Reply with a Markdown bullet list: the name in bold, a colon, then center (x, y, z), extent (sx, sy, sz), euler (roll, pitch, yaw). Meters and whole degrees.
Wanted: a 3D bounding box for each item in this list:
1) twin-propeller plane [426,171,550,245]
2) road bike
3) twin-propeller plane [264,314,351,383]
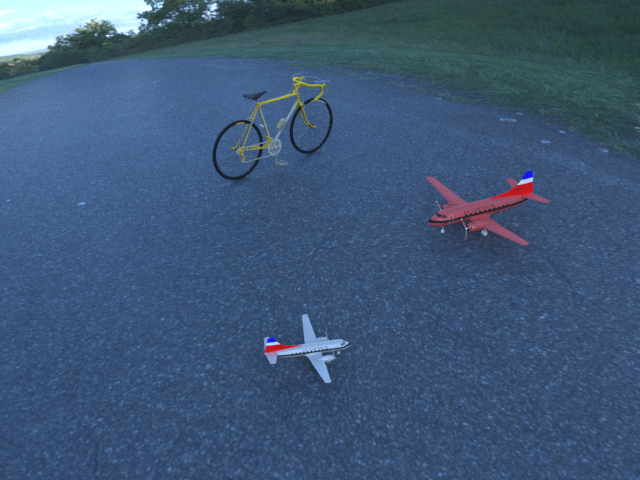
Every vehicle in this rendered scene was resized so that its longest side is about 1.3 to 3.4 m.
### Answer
- **twin-propeller plane**: center (2.698, -0.622, 11.585), extent (2.129, 0.792, 2.663), euler (-14, 33, -22)
- **road bike**: center (-0.842, -2.197, 13.439), extent (3.004, 1.656, 0.696), euler (-25, 38, -36)
- **twin-propeller plane**: center (-0.146, 1.305, 8.648), extent (1.095, 0.407, 1.370), euler (-7, 31, -11)
